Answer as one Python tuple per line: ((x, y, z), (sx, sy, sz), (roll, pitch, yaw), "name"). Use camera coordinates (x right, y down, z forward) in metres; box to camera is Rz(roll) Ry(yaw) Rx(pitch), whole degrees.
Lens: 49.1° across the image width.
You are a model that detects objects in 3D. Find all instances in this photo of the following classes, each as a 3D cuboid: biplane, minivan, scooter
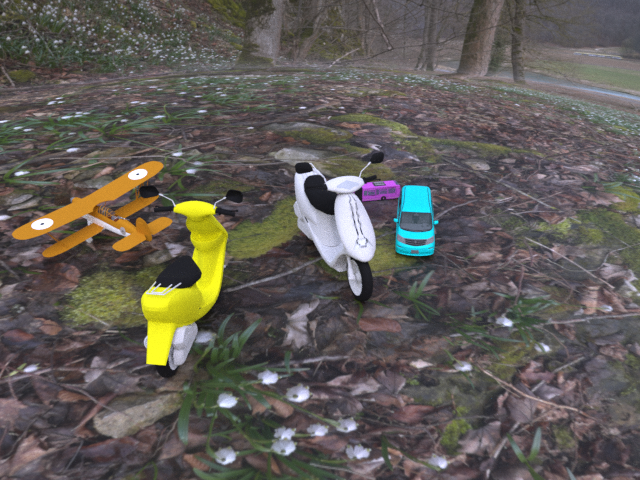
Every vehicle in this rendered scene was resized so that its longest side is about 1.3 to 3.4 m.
((-3.230, -0.303, 10.627), (2.120, 0.981, 2.598), (21, 34, 36), "biplane")
((1.506, -0.313, 11.051), (0.681, 0.616, 1.548), (3, 27, 6), "minivan")
((-1.588, 0.313, 8.510), (1.288, 1.786, 2.721), (3, 27, 7), "scooter")
((0.169, -0.437, 9.998), (1.288, 1.786, 2.721), (-10, 28, -18), "scooter")

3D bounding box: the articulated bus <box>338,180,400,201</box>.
((0.556, -0.831, 12.441), (1.749, 0.289, 0.311), (-6, 27, -11), "articulated bus")
